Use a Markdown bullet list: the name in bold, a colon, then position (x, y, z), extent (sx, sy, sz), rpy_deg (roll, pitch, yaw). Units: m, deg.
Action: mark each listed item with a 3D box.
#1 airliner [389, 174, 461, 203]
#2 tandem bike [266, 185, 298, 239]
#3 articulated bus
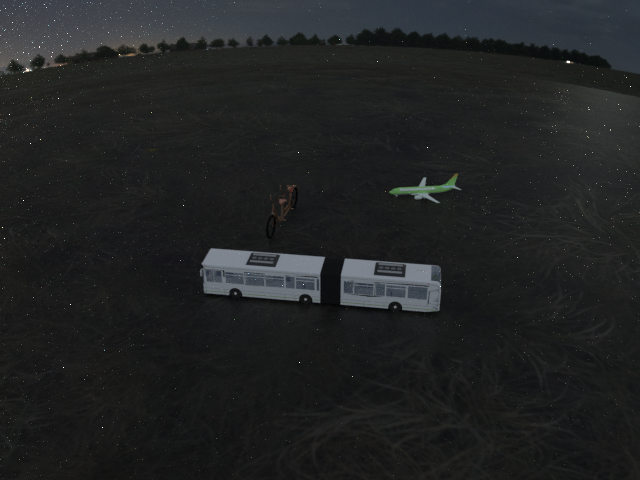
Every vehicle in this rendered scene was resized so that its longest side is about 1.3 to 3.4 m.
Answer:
- **airliner**: position (1.942, -1.022, 13.071), extent (1.307, 0.429, 1.161), rpy_deg (-2, 28, -4)
- **tandem bike**: position (-0.635, -0.619, 12.046), extent (0.283, 0.682, 1.642), rpy_deg (8, 29, 14)
- **articulated bus**: position (-0.008, 0.565, 9.954), extent (3.401, 0.561, 0.605), rpy_deg (4, 28, 8)
